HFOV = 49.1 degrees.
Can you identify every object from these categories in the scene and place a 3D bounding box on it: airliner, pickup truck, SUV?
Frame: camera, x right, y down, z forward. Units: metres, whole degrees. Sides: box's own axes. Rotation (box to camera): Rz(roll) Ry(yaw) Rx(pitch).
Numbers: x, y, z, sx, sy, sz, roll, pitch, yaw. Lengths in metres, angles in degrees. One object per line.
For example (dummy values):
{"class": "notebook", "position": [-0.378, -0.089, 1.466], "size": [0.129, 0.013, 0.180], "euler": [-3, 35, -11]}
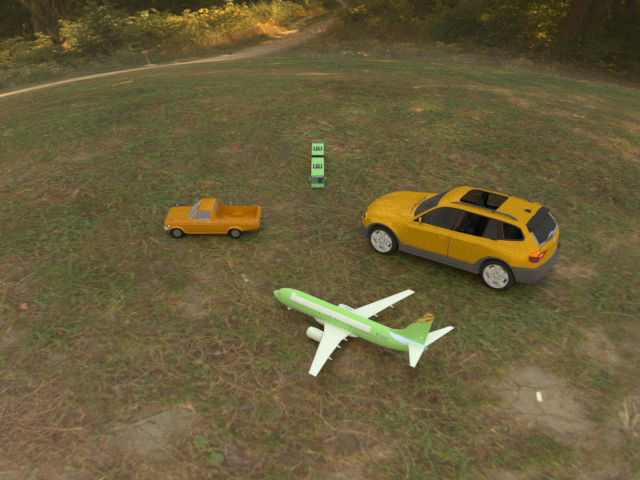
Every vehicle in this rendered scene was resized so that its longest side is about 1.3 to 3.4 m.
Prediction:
{"class": "airliner", "position": [0.363, 0.893, 9.015], "size": [2.541, 0.835, 2.257], "euler": [20, 35, 32]}
{"class": "pickup truck", "position": [-1.781, -0.387, 11.677], "size": [1.603, 0.511, 0.640], "euler": [0, 29, 0]}
{"class": "SUV", "position": [2.118, -0.234, 10.758], "size": [3.058, 1.128, 1.276], "euler": [18, 34, 29]}

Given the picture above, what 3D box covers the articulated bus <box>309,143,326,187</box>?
{"class": "articulated bus", "position": [-0.047, -1.509, 13.944], "size": [0.311, 0.289, 1.749], "euler": [0, 29, 0]}
